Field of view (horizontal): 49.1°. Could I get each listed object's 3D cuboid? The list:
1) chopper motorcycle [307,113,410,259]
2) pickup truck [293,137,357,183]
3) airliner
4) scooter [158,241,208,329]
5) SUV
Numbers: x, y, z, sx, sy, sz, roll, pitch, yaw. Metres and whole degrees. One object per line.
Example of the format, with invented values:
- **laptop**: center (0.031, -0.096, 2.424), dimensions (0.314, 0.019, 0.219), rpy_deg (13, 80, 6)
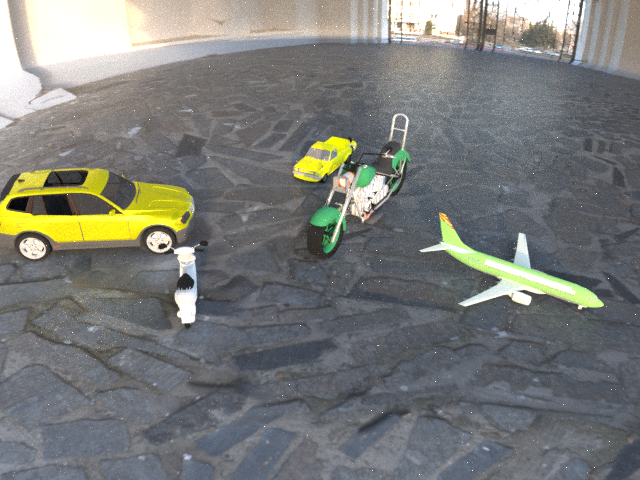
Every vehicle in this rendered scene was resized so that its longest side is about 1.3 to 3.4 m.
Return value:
- **chopper motorcycle**: center (0.682, -0.925, 11.323), dimensions (0.906, 1.480, 3.040), rpy_deg (17, 35, 26)
- **pickup truck**: center (0.110, -1.601, 13.375), dimensions (0.640, 0.511, 1.603), rpy_deg (16, 35, 24)
- **airliner**: center (2.764, 0.308, 9.908), dimensions (2.541, 0.835, 2.257), rpy_deg (19, 36, 29)
- **scooter**: center (-1.817, 0.507, 9.499), dimensions (0.662, 0.919, 1.399), rpy_deg (-4, 31, -7)
- **SUV**: center (-3.503, -0.499, 10.959), dimensions (3.058, 1.128, 1.276), rpy_deg (-3, 31, -5)
